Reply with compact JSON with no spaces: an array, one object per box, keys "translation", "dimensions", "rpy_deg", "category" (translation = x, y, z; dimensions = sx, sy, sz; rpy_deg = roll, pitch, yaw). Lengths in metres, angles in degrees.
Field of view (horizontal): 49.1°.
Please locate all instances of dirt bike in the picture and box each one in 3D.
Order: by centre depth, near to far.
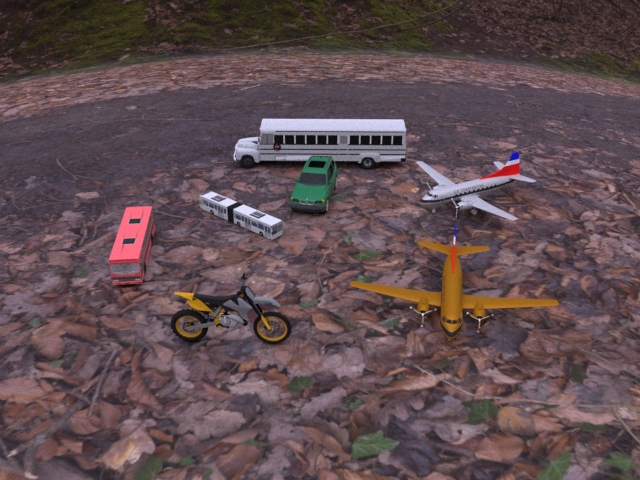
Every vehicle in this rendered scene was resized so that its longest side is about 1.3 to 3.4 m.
[{"translation":[-1.094,0.891,8.507],"dimensions":[1.493,0.857,0.527],"rpy_deg":[2,29,3],"category":"dirt bike"}]

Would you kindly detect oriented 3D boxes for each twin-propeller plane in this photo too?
[{"translation":[1.745,0.545,9.202],"dimensions":[2.663,0.792,2.129],"rpy_deg":[5,29,9],"category":"twin-propeller plane"},{"translation":[2.598,-0.975,11.960],"dimensions":[2.129,0.792,2.663],"rpy_deg":[-14,32,-24],"category":"twin-propeller plane"}]

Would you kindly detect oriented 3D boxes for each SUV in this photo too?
[{"translation":[-0.086,-0.998,12.221],"dimensions":[0.656,0.580,1.572],"rpy_deg":[5,29,9],"category":"SUV"}]

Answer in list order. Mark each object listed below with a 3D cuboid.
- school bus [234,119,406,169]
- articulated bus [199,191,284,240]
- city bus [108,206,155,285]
[{"translation":[-0.012,-1.885,13.557],"dimensions":[3.322,0.844,0.709],"rpy_deg":[0,29,1],"category":"school bus"},{"translation":[-1.311,-0.418,11.470],"dimensions":[1.749,0.289,0.311],"rpy_deg":[23,36,35],"category":"articulated bus"},{"translation":[-2.768,0.070,10.408],"dimensions":[0.476,0.460,1.674],"rpy_deg":[-3,29,-5],"category":"city bus"}]
